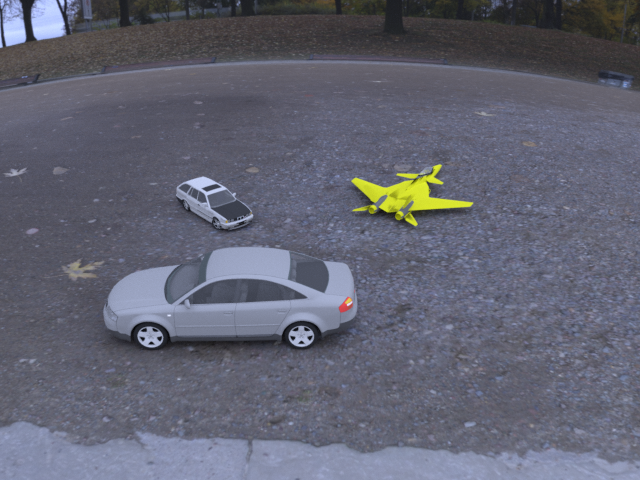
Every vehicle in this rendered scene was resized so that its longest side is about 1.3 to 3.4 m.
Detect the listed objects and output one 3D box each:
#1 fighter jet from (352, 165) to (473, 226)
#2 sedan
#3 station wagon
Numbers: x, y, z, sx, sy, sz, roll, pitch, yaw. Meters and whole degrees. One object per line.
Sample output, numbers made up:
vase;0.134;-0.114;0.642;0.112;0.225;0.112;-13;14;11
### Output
fighter jet;1.673;-1.050;12.304;2.229;0.557;2.640;15;31;26
sedan;-1.104;0.644;8.680;3.137;0.940;1.235;0;28;-1
station wagon;-1.764;-0.646;11.627;0.682;0.473;1.597;-22;35;-35
